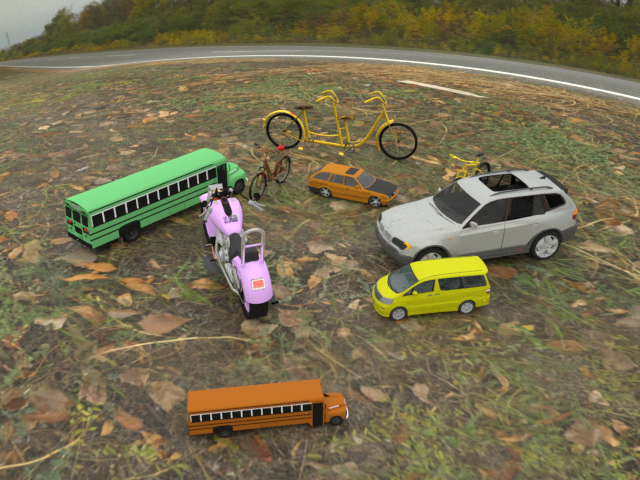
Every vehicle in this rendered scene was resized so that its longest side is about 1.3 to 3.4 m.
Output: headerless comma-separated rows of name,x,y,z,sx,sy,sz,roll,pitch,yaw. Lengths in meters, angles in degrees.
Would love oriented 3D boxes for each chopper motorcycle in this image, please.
chopper motorcycle,-1.262,-0.115,9.808,0.906,1.480,3.040,-10,31,-18

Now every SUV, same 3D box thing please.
SUV,2.369,-0.345,10.578,3.058,1.128,1.276,-8,30,-14

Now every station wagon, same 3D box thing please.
station wagon,0.601,-1.004,12.422,1.597,0.473,0.682,13,32,22

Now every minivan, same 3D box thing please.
minivan,1.478,0.620,9.379,1.548,0.616,0.681,-5,30,-8

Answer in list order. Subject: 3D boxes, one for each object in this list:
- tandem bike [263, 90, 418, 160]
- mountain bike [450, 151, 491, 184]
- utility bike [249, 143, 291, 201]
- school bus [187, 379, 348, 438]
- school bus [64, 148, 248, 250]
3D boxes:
tandem bike,0.367,-2.321,13.901,3.192,1.326,0.550,7,30,13
mountain bike,2.606,-1.096,12.185,0.573,0.868,1.469,22,36,34
utility bike,-0.827,-1.290,12.451,0.535,0.946,1.435,15,32,24
school bus,-0.550,1.785,7.486,1.708,0.434,0.365,-4,30,-7
school bus,-2.582,-0.791,11.664,0.709,0.844,3.322,23,37,35
